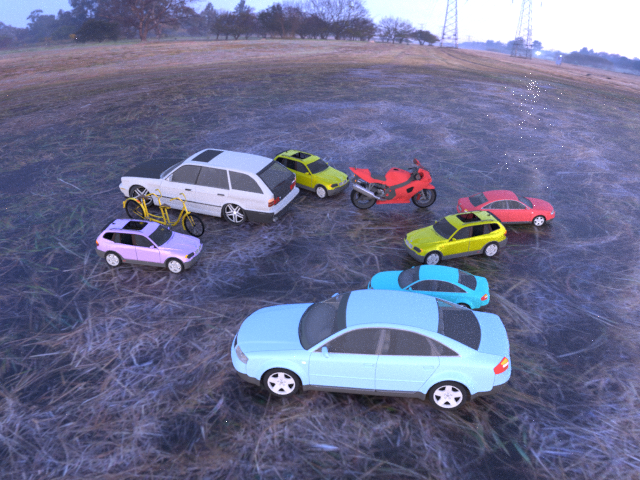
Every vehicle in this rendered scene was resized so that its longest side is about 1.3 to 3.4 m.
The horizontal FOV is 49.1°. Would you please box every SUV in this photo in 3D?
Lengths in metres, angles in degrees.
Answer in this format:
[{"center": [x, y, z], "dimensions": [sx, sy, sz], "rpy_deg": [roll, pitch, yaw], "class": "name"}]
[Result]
[{"center": [-0.199, -1.246, 12.827], "dimensions": [1.572, 0.580, 0.656], "rpy_deg": [19, 33, 33], "class": "SUV"}, {"center": [-2.518, 0.050, 10.328], "dimensions": [1.572, 0.580, 0.656], "rpy_deg": [6, 28, 11], "class": "SUV"}, {"center": [2.043, -0.064, 10.548], "dimensions": [1.572, 0.580, 0.656], "rpy_deg": [-8, 29, -16], "class": "SUV"}]

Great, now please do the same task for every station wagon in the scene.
[{"center": [-1.960, -1.041, 12.063], "dimensions": [3.105, 0.920, 1.327], "rpy_deg": [10, 29, 19], "class": "station wagon"}]

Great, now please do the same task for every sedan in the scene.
[{"center": [3.085, -0.547, 11.585], "dimensions": [1.613, 0.483, 0.635], "rpy_deg": [-2, 27, -4], "class": "sedan"}, {"center": [0.553, 1.113, 7.888], "dimensions": [3.137, 0.940, 1.235], "rpy_deg": [3, 28, 6], "class": "sedan"}, {"center": [1.445, 0.615, 9.344], "dimensions": [1.613, 0.483, 0.635], "rpy_deg": [5, 28, 9], "class": "sedan"}]

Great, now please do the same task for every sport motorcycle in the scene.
[{"center": [1.247, -0.914, 11.927], "dimensions": [1.520, 0.821, 0.506], "rpy_deg": [-1, 27, -3], "class": "sport motorcycle"}]

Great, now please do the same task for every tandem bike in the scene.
[{"center": [-2.536, -0.483, 11.246], "dimensions": [1.642, 0.682, 0.283], "rpy_deg": [14, 30, 24], "class": "tandem bike"}]
